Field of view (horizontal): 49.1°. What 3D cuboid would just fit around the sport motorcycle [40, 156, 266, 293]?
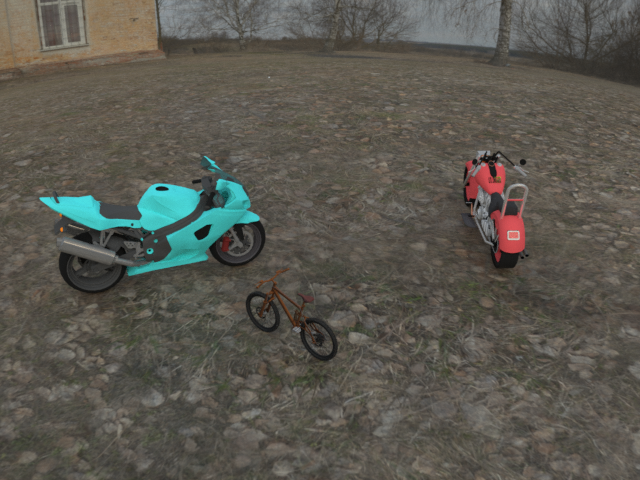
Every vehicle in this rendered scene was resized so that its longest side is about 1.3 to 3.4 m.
[{"bbox_3d":[-2.192,-0.161,9.709,2.955,1.596,0.983,-10,30,-18],"label":"sport motorcycle"}]

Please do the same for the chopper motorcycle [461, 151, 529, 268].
[{"bbox_3d":[2.671,-0.741,10.918,0.906,1.480,3.040,0,28,0],"label":"chopper motorcycle"}]

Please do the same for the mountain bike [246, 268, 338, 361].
[{"bbox_3d":[-0.368,0.905,8.488,1.469,0.868,0.573,21,35,34],"label":"mountain bike"}]
